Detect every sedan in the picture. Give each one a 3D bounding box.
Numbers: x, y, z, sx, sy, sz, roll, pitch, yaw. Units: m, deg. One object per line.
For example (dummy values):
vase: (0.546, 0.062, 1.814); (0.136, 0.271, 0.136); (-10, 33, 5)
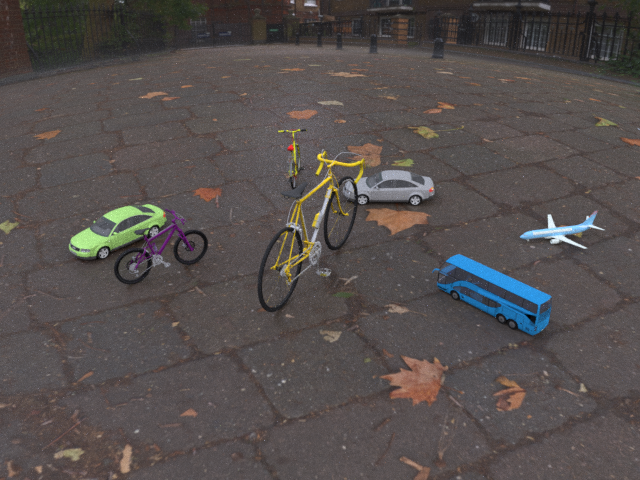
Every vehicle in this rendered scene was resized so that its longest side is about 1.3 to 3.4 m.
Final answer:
sedan: (1.217, -0.955, 12.399); (1.613, 0.483, 0.635); (0, 29, 1)
sedan: (-3.176, -0.185, 11.012); (0.635, 0.483, 1.613); (24, 37, 36)

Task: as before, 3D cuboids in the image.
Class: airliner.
airliner: (3.803, -0.216, 11.124); (1.307, 0.429, 1.161); (-6, 30, -10)

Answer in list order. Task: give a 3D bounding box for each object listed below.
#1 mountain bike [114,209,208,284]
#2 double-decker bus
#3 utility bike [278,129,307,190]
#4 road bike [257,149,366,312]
mountain bike: (-2.283, 0.106, 10.091); (1.469, 0.868, 0.573); (-20, 35, -31)
double-decker bus: (2.276, 0.692, 9.372); (0.389, 0.541, 1.672); (-24, 37, -36)
utility bike: (-0.522, -1.555, 13.003); (0.535, 0.946, 1.435); (2, 29, 4)
road bike: (-0.092, -0.222, 9.871); (0.696, 1.656, 3.004); (14, 32, 23)
